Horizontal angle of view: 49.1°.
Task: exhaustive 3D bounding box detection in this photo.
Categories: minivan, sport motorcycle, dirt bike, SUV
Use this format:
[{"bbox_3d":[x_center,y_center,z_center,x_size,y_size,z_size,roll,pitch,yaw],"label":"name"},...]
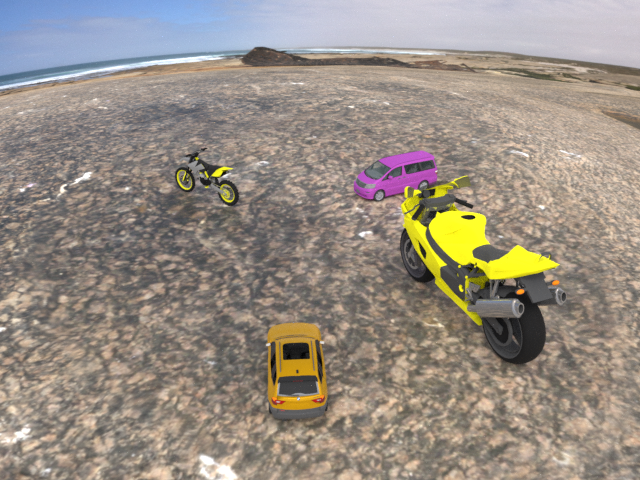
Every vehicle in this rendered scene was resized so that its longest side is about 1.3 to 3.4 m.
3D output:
[{"bbox_3d":[1.358,-1.171,12.625,1.548,0.616,0.681,-13,30,-24],"label":"minivan"},{"bbox_3d":[1.821,0.274,8.699,0.983,1.596,2.955,-12,29,-22],"label":"sport motorcycle"},{"bbox_3d":[-2.013,-1.119,12.255,1.493,0.857,0.527,17,32,31],"label":"dirt bike"},{"bbox_3d":[-0.265,1.340,7.722,0.656,0.580,1.572,-2,27,-3],"label":"SUV"}]
